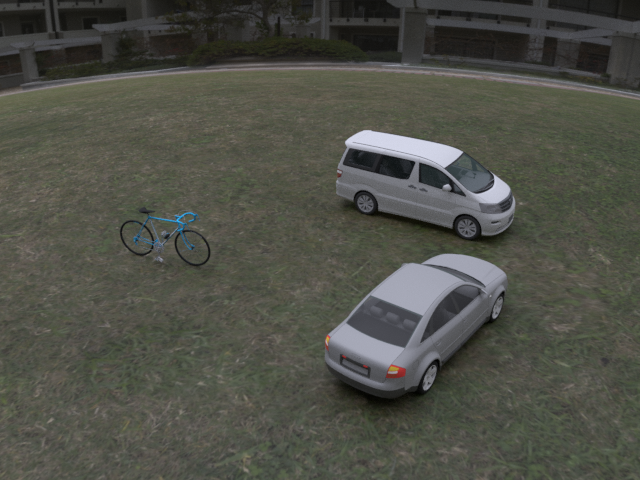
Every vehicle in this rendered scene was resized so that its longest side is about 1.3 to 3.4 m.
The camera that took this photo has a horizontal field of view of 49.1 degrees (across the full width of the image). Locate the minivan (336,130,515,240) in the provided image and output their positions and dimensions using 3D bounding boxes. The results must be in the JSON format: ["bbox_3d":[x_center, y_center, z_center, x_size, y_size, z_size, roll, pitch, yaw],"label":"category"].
[{"bbox_3d":[1.784,-0.984,11.807,3.011,1.197,1.324,15,31,27],"label":"minivan"}]

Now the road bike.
[{"bbox_3d":[-2.331,-0.070,10.423,1.545,0.852,0.358,10,29,18],"label":"road bike"}]

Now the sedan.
[{"bbox_3d":[1.302,0.818,8.622,1.235,0.940,3.137,20,33,33],"label":"sedan"}]
